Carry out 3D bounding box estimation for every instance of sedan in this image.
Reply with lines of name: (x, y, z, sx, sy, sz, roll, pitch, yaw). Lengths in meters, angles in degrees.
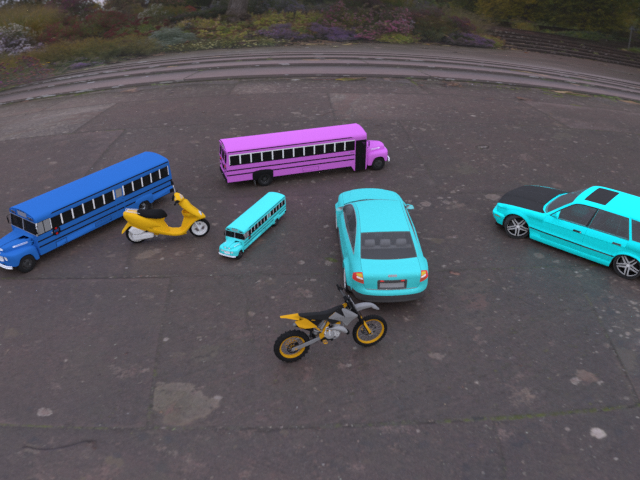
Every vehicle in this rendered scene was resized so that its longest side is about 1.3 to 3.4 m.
sedan: (0.884, -0.137, 10.714, 1.235, 0.940, 3.137, -2, 30, -3)

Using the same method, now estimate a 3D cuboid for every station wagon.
station wagon: (4.295, -0.311, 11.040, 3.105, 0.920, 1.327, 24, 37, 35)

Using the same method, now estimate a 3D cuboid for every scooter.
scooter: (-2.486, -0.404, 11.206, 1.399, 0.919, 0.662, -6, 30, -11)

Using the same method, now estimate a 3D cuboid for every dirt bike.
dirt bike: (0.144, 1.062, 8.688, 1.493, 0.857, 0.527, -9, 31, -15)

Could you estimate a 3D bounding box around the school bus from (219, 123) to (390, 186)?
school bus: (-0.253, -1.676, 13.520, 3.322, 0.844, 0.709, -9, 31, -16)

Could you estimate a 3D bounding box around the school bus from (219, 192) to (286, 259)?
school bus: (-1.091, -0.250, 11.425, 0.365, 0.434, 1.708, 13, 32, 21)

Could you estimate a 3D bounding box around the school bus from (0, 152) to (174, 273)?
school bus: (-3.857, -0.527, 11.497, 0.709, 0.844, 3.322, 19, 35, 30)
